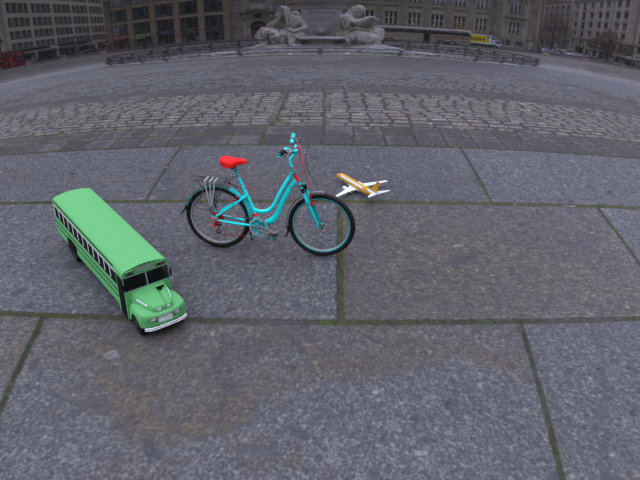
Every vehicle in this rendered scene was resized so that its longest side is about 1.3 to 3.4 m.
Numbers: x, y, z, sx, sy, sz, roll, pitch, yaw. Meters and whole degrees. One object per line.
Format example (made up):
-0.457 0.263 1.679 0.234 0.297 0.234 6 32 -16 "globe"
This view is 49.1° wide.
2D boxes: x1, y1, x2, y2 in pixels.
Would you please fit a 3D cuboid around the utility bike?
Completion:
-0.818 -0.698 10.757 2.791 1.839 1.039 5 30 9 "utility bike"

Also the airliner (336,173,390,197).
0.690 -1.087 12.855 1.161 0.429 1.307 -19 35 -29 "airliner"

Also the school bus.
-2.963 0.225 10.147 0.709 0.844 3.322 -20 36 -31 "school bus"
